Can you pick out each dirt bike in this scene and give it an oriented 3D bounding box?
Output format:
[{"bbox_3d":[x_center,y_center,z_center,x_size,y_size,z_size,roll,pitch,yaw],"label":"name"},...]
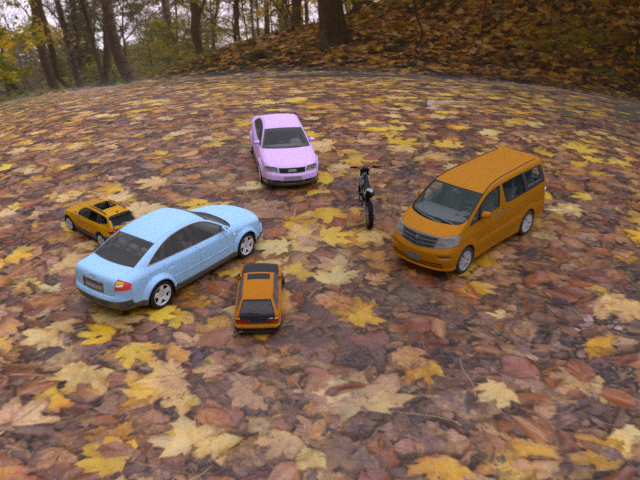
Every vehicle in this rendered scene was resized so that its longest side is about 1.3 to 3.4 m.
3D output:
[{"bbox_3d":[0.785,-0.821,12.104,0.527,0.857,1.493,-2,26,-4],"label":"dirt bike"}]

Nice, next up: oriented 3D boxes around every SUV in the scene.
[{"bbox_3d":[-3.598,-0.370,11.503,1.572,0.580,0.656,22,34,37],"label":"SUV"}]

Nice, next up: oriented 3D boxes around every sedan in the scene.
[{"bbox_3d":[-2.103,0.037,10.274,1.235,0.940,3.137,17,31,31],"label":"sedan"},{"bbox_3d":[-0.782,-2.000,14.397,1.235,0.940,3.137,-5,27,-9],"label":"sedan"}]

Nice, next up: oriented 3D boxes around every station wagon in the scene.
[{"bbox_3d":[-0.822,0.677,9.505,0.682,0.473,1.597,-1,26,-2],"label":"station wagon"}]

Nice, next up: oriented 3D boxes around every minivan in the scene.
[{"bbox_3d":[2.421,-0.529,11.129,1.324,1.197,3.011,23,34,38],"label":"minivan"}]
